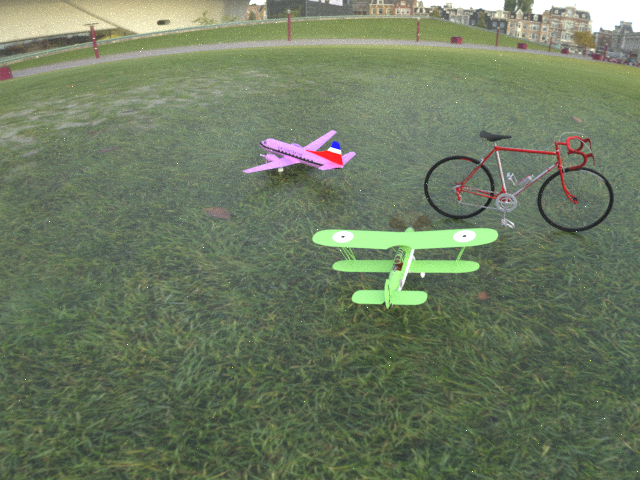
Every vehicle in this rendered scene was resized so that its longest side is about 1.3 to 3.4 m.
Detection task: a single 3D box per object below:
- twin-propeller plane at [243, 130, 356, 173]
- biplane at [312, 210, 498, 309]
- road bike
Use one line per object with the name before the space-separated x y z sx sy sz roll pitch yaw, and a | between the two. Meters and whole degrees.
twin-propeller plane | -0.392 -1.744 13.542 2.129 0.792 2.663 22 37 33
biplane | 1.070 0.343 9.733 2.598 0.981 2.120 8 31 13
road bike | 3.208 -0.969 11.333 3.004 1.656 0.697 7 31 12
